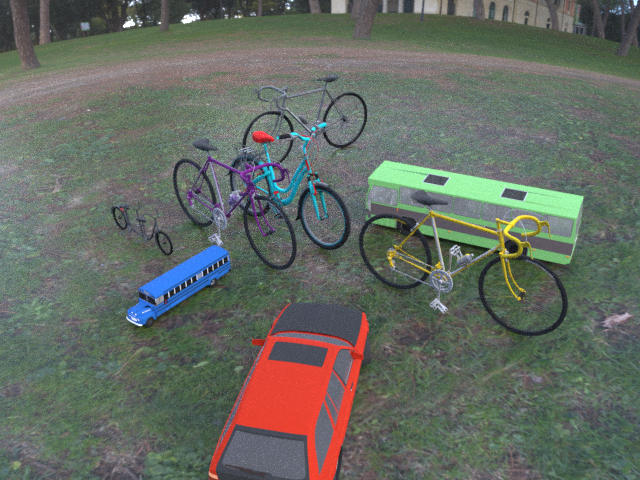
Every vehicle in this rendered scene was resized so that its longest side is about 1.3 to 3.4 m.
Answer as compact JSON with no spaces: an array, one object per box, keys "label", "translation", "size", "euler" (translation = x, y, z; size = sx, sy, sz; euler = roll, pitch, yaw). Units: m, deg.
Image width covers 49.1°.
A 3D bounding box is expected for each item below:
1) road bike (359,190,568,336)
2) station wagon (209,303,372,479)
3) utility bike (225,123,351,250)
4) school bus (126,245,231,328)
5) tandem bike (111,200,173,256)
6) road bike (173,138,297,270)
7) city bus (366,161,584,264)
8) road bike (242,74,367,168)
[{"label":"road bike","translation":[1.789,0.221,9.171],"size":[3.004,1.656,0.696],"euler":[20,35,30]},{"label":"station wagon","translation":[-0.211,1.544,7.621],"size":[1.327,0.920,3.105],"euler":[6,31,10]},{"label":"utility bike","translation":[-0.510,-1.020,11.130],"size":[2.791,1.839,1.039],"euler":[25,38,36]},{"label":"school bus","translation":[-1.945,0.625,9.693],"size":[0.365,0.434,1.708],"euler":[20,36,31]},{"label":"tandem bike","translation":[-2.831,-0.280,11.007],"size":[1.642,0.682,0.283],"euler":[25,38,36]},{"label":"road bike","translation":[-1.391,-0.646,10.667],"size":[0.696,1.656,3.004],"euler":[-26,39,-37]},{"label":"city bus","translation":[2.378,-0.440,11.070],"size":[3.255,0.894,0.926],"euler":[13,33,21]},{"label":"road bike","translation":[-0.230,-2.371,13.644],"size":[3.004,1.656,0.697],"euler":[-20,36,-31]}]
